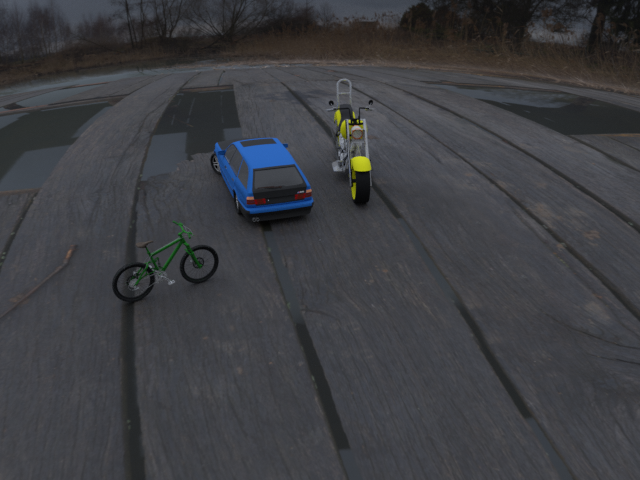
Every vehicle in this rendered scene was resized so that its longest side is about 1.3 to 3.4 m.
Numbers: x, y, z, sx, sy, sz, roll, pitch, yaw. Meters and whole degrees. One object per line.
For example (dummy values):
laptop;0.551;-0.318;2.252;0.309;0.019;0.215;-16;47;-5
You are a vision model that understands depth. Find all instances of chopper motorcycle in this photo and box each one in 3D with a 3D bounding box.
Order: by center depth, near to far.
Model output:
chopper motorcycle;0.578;-1.851;12.701;0.906;1.480;3.040;-2;27;-4

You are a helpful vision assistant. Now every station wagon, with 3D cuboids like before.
station wagon;-1.079;-1.301;12.241;1.327;0.920;3.105;-8;28;-16

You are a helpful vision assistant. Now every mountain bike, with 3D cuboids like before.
mountain bike;-2.014;0.299;9.173;1.469;0.868;0.573;-16;31;-28
